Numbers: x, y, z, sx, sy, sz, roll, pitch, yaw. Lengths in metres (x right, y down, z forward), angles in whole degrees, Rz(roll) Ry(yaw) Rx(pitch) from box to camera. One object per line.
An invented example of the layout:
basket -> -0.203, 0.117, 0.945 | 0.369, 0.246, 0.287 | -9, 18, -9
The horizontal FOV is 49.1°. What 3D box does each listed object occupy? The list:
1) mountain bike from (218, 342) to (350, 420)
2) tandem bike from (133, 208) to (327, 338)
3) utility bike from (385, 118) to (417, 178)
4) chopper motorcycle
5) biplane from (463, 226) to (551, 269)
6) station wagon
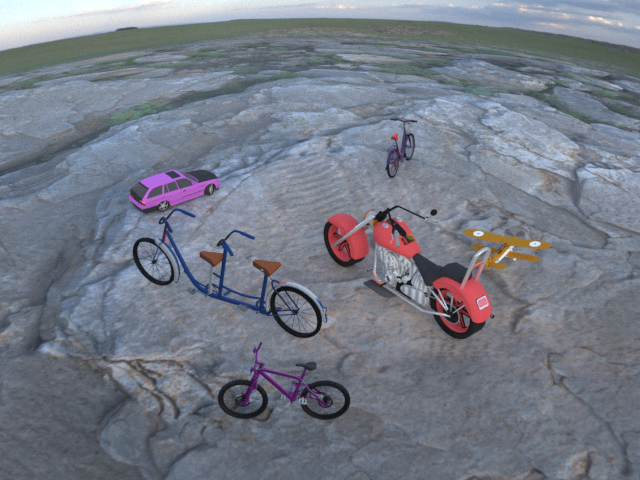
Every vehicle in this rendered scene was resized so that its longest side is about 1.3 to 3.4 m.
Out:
mountain bike -> -0.398, 1.637, 7.671 | 1.469, 0.868, 0.573 | 0, 31, 1
tandem bike -> -1.301, 0.395, 9.263 | 3.192, 1.326, 0.550 | 17, 35, 25
utility bike -> 1.485, -1.789, 13.198 | 0.535, 0.946, 1.435 | 15, 34, 23
chopper motorcycle -> 1.085, 0.171, 9.482 | 0.906, 1.480, 3.040 | -22, 38, -32
biplane -> 2.678, 0.169, 10.419 | 1.336, 0.504, 1.090 | 21, 37, 30
station wagon -> -2.526, -0.949, 12.278 | 1.597, 0.473, 0.682 | -23, 38, -33
